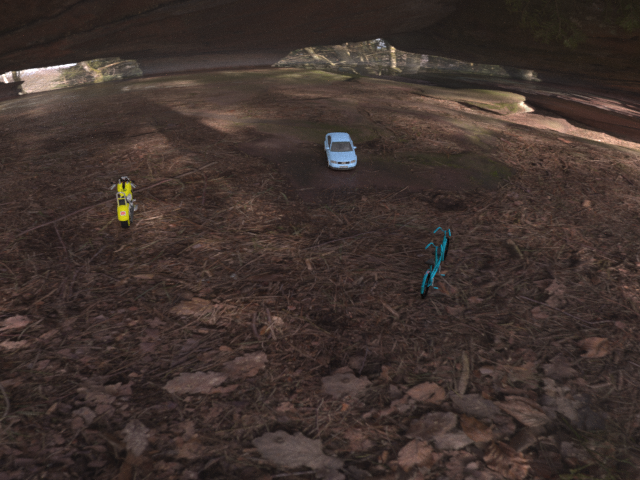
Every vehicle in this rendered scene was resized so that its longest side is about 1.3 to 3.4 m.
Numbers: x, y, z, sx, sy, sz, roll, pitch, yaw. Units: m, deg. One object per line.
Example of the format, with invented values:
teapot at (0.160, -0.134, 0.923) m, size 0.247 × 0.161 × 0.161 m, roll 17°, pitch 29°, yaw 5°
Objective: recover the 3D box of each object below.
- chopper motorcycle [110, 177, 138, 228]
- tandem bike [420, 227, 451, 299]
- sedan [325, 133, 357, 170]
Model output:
chopper motorcycle at (-3.487, -0.792, 12.526) m, size 0.466 × 0.761 × 1.563 m, roll -5°, pitch 28°, yaw -10°
tandem bike at (1.756, 0.289, 10.577) m, size 0.283 × 0.682 × 1.642 m, roll 11°, pitch 30°, yaw 20°
sedan at (0.436, -1.964, 15.025) m, size 0.635 × 0.483 × 1.613 m, roll -2°, pitch 28°, yaw -3°
